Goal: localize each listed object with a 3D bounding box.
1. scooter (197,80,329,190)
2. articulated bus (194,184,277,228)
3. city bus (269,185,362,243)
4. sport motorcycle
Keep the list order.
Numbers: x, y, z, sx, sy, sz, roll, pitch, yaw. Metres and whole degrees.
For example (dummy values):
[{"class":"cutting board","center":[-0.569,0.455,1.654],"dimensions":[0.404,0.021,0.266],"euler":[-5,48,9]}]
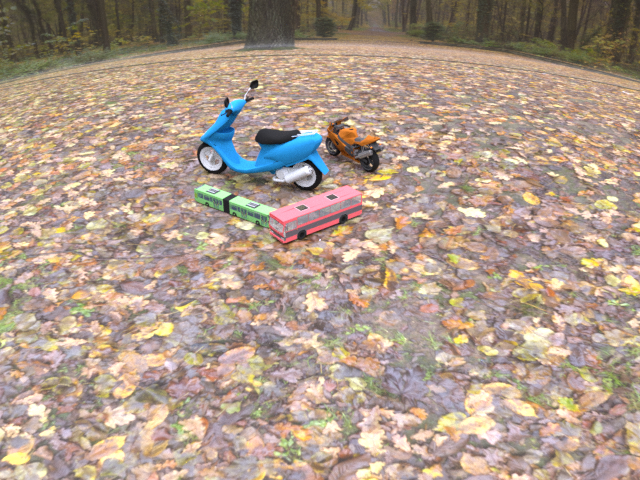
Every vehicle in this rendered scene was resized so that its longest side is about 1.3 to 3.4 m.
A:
[{"class":"scooter","center":[-1.128,-1.891,12.961],"dimensions":[2.721,1.786,1.288],"euler":[11,32,19]},{"class":"articulated bus","center":[-1.485,-0.605,12.253],"dimensions":[1.749,0.289,0.311],"euler":[20,36,30]},{"class":"city bus","center":[-0.054,-0.429,11.784],"dimensions":[1.674,0.460,0.476],"euler":[-21,37,-32]},{"class":"sport motorcycle","center":[0.638,-1.908,13.942],"dimensions":[0.506,0.821,1.520],"euler":[-24,38,-35]}]
